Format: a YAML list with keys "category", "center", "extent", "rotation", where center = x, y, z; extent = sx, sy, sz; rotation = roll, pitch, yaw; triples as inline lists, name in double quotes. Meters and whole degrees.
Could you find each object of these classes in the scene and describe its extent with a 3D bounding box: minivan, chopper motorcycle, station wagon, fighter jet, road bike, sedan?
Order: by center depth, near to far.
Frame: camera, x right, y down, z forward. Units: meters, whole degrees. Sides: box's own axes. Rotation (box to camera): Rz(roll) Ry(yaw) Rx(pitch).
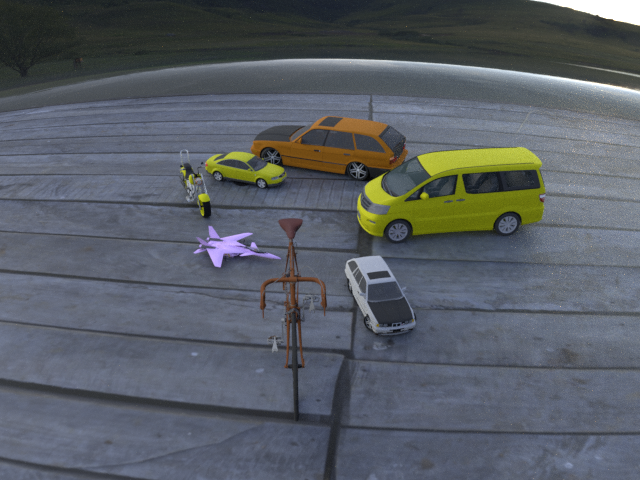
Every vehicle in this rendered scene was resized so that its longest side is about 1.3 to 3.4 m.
- category: "road bike"
  center: [-0.321, 0.709, 8.263]
  extent: [0.696, 1.656, 3.004]
  rotation: [-1, 28, -3]
- category: "station wagon"
  center: [0.801, 0.693, 9.537]
  extent: [0.682, 0.473, 1.597]
  rotation: [-6, 29, -11]
- category: "fighter jet"
  center: [-1.227, 0.099, 10.832]
  extent: [1.358, 0.286, 1.147]
  rotation: [10, 30, 18]
- category: "minivan"
  center: [2.126, -0.792, 11.523]
  extent: [3.011, 1.197, 1.324]
  rotation: [-4, 29, -7]
- category: "chopper motorcycle"
  center: [-2.211, -1.007, 12.378]
  extent: [0.466, 0.761, 1.563]
  rotation: [-12, 31, -21]
- category: "sedan"
  center: [-1.416, -1.383, 13.365]
  extent: [1.613, 0.483, 0.635]
  rotation: [11, 30, 20]
- category: "station wagon"
  center: [0.149, -1.936, 13.929]
  extent: [3.105, 0.920, 1.327]
  rotation: [10, 30, 18]
